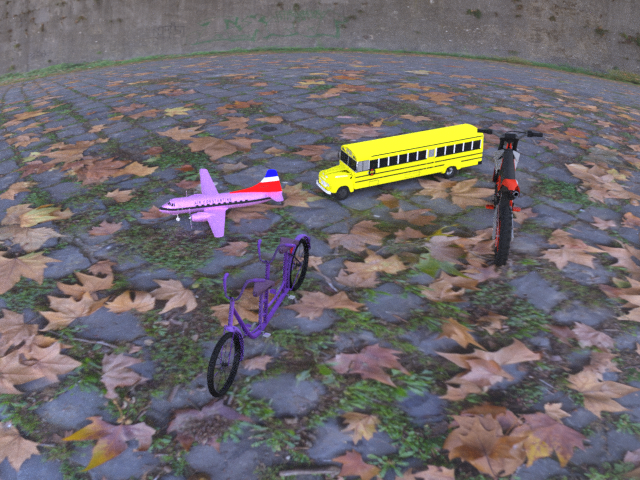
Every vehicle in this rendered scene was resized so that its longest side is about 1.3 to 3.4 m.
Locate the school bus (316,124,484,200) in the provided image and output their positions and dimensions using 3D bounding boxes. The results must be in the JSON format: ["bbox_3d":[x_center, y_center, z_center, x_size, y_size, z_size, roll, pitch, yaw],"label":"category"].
[{"bbox_3d":[1.527,-1.512,13.245,3.322,0.844,0.709,-13,32,-21],"label":"school bus"}]

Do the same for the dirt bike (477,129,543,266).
[{"bbox_3d":[2.966,-0.869,11.297,1.024,1.666,2.903,6,30,10],"label":"dirt bike"}]

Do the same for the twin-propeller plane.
[{"bbox_3d":[-1.693,-0.759,11.984,2.129,0.792,2.663,-7,31,-12],"label":"twin-propeller plane"}]

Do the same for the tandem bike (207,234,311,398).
[{"bbox_3d":[-0.699,0.649,8.990,0.550,1.326,3.192,10,31,17],"label":"tandem bike"}]
